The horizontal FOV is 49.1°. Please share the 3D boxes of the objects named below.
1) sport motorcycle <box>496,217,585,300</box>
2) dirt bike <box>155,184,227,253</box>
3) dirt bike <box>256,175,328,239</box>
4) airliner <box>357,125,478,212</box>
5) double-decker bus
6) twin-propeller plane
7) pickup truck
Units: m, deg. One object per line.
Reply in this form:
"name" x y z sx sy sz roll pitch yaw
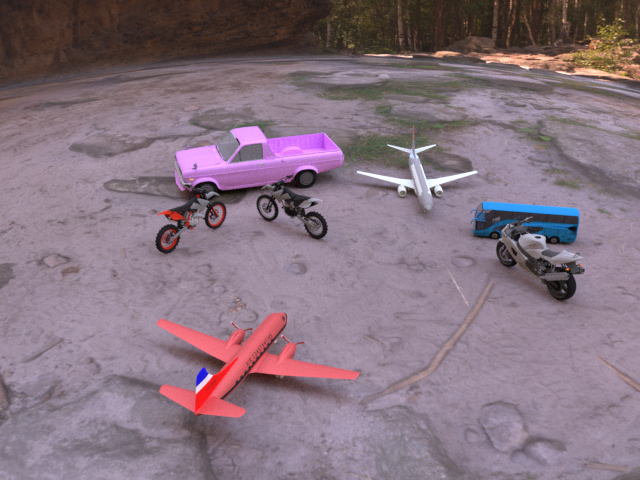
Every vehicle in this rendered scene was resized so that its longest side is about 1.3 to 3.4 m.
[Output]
"sport motorcycle" 3.083 0.242 9.979 0.506 0.821 1.520 -16 32 -26
"dirt bike" -2.041 -0.386 11.101 0.527 0.857 1.493 20 35 33
"dirt bike" -0.483 -0.556 11.414 1.493 0.857 0.527 20 34 32
"airliner" 1.827 -1.308 12.823 2.257 0.835 2.541 0 28 0
"double-decker bus" 3.268 -0.285 11.245 1.672 0.541 0.389 5 29 9
"twin-propeller plane" -0.869 1.293 8.072 2.663 0.792 2.129 12 31 20
"pickup truck" -1.158 -1.552 13.108 3.117 0.993 1.244 -9 30 -16
